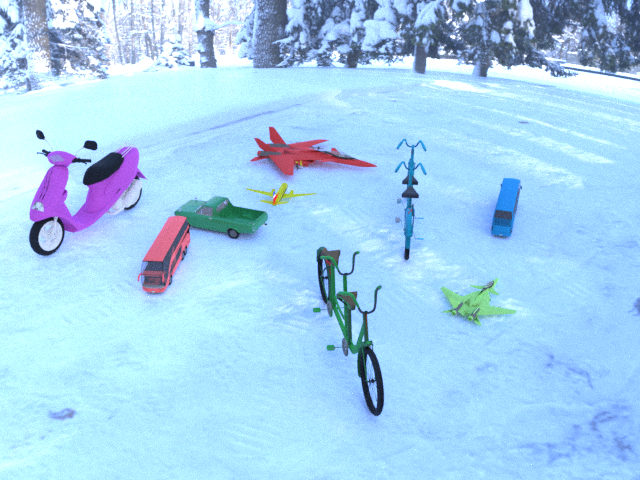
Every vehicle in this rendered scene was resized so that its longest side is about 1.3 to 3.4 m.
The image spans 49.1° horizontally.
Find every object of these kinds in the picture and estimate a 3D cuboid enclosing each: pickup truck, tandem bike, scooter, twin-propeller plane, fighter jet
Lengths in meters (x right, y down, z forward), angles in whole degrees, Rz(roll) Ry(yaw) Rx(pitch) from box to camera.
[{"bbox_3d":[-1.714,-0.439,12.066,1.603,0.511,0.640,11,29,19],"label":"pickup truck"},{"bbox_3d":[0.325,0.805,8.807,0.550,1.326,3.192,-6,28,-11],"label":"tandem bike"},{"bbox_3d":[-3.908,-0.999,11.760,1.288,1.786,2.721,13,30,24],"label":"scooter"},{"bbox_3d":[-0.749,-0.899,13.057,1.370,0.407,1.095,5,28,9],"label":"twin-propeller plane"},{"bbox_3d":[1.533,-0.832,11.937,0.550,1.326,3.192,3,28,7],"label":"tandem bike"},{"bbox_3d":[2.314,0.746,10.040,1.147,0.286,1.358,18,33,31],"label":"fighter jet"},{"bbox_3d":[-0.054,-1.869,14.751,2.640,0.557,2.229,9,29,17],"label":"fighter jet"}]

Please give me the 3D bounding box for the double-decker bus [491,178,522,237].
[{"bbox_3d":[3.301,-0.613,12.366,0.389,0.541,1.672,9,29,16],"label":"double-decker bus"}]

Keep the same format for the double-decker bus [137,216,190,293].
[{"bbox_3d":[-2.366,0.215,10.782,0.389,0.541,1.672,2,28,4],"label":"double-decker bus"}]
